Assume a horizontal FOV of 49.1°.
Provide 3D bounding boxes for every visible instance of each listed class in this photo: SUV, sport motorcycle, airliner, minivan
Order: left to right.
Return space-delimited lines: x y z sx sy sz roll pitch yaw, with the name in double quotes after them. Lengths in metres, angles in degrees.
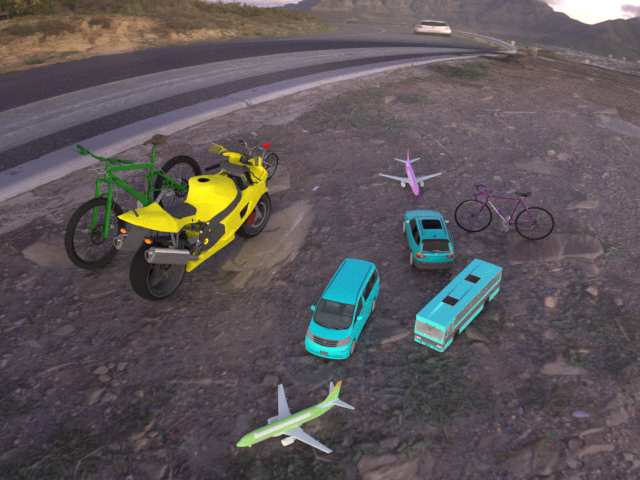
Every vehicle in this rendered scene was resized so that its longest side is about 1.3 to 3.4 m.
-1.670 -0.311 10.113 0.983 1.596 2.955 19 36 29 "sport motorcycle"
-0.306 1.890 7.563 1.307 0.429 1.161 -16 34 -25 "airliner"
0.310 0.870 9.091 0.681 0.616 1.548 11 32 17 "minivan"
1.683 -1.236 12.803 1.161 0.429 1.307 -1 31 -2 "airliner"
1.665 -0.095 10.743 0.656 0.580 1.572 0 31 0 "SUV"

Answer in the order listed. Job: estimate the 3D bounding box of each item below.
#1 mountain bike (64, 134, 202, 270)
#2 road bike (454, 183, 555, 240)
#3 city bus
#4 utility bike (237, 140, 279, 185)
-2.804 -0.735 10.735 1.114 1.688 2.857 18 35 27 "mountain bike"
2.911 -0.428 11.036 1.545 0.852 0.358 8 32 13 "road bike"
1.851 0.849 9.278 0.476 0.460 1.674 21 37 31 "city bus"
-1.100 -1.351 12.491 0.535 0.946 1.435 18 35 27 "utility bike"
